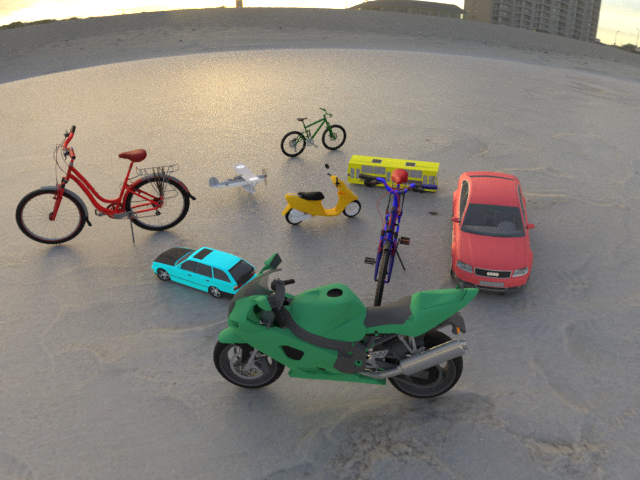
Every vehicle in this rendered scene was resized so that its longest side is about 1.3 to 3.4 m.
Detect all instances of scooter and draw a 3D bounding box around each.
[{"bbox_3d":[0.037,-0.727,11.766,1.399,0.919,0.662,-8,31,-14],"label":"scooter"}]

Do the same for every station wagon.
[{"bbox_3d":[-1.726,0.392,10.273,1.597,0.473,0.682,15,33,24],"label":"station wagon"}]

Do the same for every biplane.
[{"bbox_3d":[-1.495,-1.080,12.794,1.090,0.504,1.336,-11,32,-18],"label":"biplane"}]

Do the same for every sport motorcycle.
[{"bbox_3d":[0.226,1.091,7.936,2.955,1.596,0.983,2,30,3],"label":"sport motorcycle"}]

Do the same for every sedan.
[{"bbox_3d":[2.686,-0.309,11.021,1.235,0.940,3.137,5,30,9],"label":"sedan"}]

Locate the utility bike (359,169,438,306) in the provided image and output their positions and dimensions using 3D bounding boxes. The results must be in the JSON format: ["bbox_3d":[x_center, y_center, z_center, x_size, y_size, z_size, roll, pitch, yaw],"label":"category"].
[{"bbox_3d":[1.088,-0.205,9.941,1.039,1.839,2.791,5,30,9],"label":"utility bike"}]

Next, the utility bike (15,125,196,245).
[{"bbox_3d":[-3.354,-0.776,10.931,2.791,1.839,1.039,-8,31,-14],"label":"utility bike"}]

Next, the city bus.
[{"bbox_3d":[1.373,-1.234,13.105,1.674,0.460,0.476,7,31,12],"label":"city bus"}]

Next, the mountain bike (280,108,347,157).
[{"bbox_3d":[-0.122,-2.175,14.327,1.469,0.868,0.573,-12,32,-20],"label":"mountain bike"}]
